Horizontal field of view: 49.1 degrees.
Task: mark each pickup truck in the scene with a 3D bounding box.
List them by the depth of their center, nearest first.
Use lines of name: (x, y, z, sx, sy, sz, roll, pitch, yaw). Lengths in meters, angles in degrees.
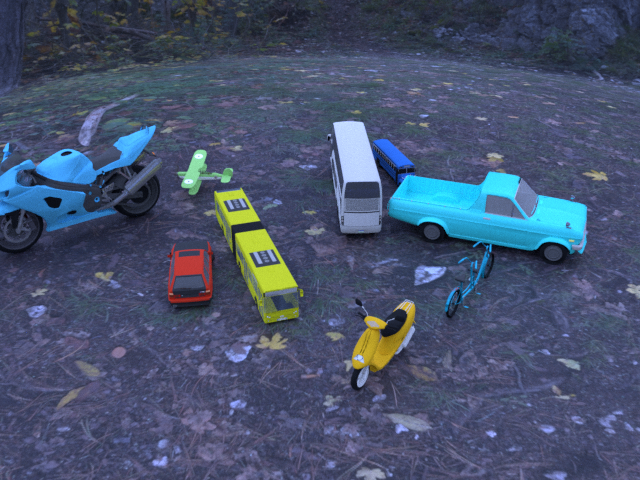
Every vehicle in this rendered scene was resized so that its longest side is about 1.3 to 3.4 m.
pickup truck: (2.690, -0.510, 11.228, 3.117, 0.993, 1.244, 11, 30, 19)

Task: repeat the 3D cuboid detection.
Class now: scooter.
scooter: (0.771, 1.109, 8.318, 0.662, 0.919, 1.399, 19, 34, 31)

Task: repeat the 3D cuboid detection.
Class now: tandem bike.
tandem bike: (2.103, 0.495, 9.700, 0.283, 0.682, 1.642, 18, 33, 30)

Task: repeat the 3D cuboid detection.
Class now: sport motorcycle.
sport motorcycle: (-3.899, -0.848, 11.219, 2.955, 1.596, 0.983, -21, 35, -34)

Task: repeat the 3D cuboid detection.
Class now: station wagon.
station wagon: (-1.870, 0.380, 10.131, 0.682, 0.473, 1.597, -4, 29, -7)

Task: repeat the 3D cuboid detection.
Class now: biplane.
biplane: (-2.162, -1.192, 13.000, 1.090, 0.504, 1.336, 2, 29, 3)

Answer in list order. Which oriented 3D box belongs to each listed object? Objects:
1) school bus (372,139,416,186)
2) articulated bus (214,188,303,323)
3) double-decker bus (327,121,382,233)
school bus: (1.460, -1.469, 13.585, 0.365, 0.434, 1.708, -8, 29, -14)
articulated bus: (-1.028, 0.114, 10.531, 0.605, 0.561, 3.401, -9, 30, -16)
double-decker bus: (0.592, -1.218, 12.473, 0.756, 1.052, 3.251, -1, 28, -2)
